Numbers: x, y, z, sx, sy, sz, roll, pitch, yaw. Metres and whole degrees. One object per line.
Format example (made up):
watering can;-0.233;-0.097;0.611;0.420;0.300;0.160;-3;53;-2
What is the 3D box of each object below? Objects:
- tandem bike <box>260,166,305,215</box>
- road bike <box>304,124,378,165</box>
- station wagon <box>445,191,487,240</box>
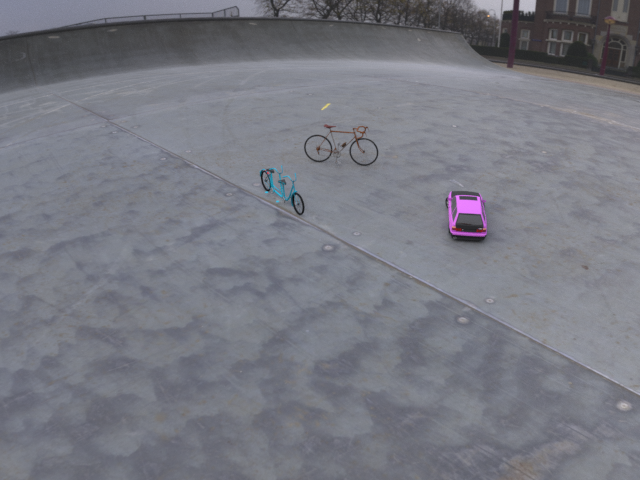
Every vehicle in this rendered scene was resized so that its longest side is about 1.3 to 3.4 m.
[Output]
tandem bike;-0.704;-1.004;12.676;0.283;0.682;1.642;-16;32;-28
road bike;0.427;-1.948;14.256;1.545;0.852;0.358;6;29;11
station wagon;2.518;-0.523;12.000;0.682;0.473;1.597;4;28;7
